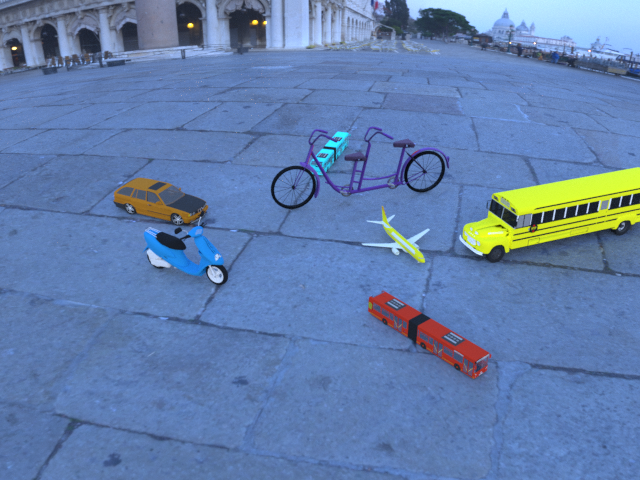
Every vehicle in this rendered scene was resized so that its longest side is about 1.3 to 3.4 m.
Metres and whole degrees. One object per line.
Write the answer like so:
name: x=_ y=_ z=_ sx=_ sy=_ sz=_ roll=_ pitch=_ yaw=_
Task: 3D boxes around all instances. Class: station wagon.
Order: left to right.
station wagon: x=-2.611 y=-0.668 z=11.480 sx=1.597 sy=0.473 sz=0.682 roll=13 pitch=31 yaw=23

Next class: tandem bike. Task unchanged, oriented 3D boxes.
tandem bike: x=0.725 y=-1.262 z=11.683 sx=3.192 sy=1.326 sz=0.550 roll=-8 pitch=30 yaw=-15

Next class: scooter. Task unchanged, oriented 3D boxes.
scooter: x=-1.878 y=0.095 z=9.606 sx=1.399 sy=0.919 sz=0.662 roll=13 pitch=31 yaw=23

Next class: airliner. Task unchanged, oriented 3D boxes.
airliner: x=1.216 y=-0.072 z=10.426 sx=1.161 sy=0.429 sz=1.307 roll=-12 pitch=31 yaw=-21

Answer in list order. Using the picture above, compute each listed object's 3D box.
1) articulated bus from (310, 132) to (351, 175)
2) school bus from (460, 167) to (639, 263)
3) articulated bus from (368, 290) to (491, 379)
articulated bus: x=0.207 y=-1.692 z=13.564 sx=0.311 sy=0.289 sz=1.749 roll=9 pitch=30 yaw=16
school bus: x=3.694 y=-0.423 z=10.640 sx=3.322 sy=0.844 sz=0.709 roll=-11 pitch=30 yaw=-19
articulated bus: x=1.265 y=1.103 z=8.406 sx=0.311 sy=0.289 sz=1.749 roll=-22 pitch=35 yaw=-34
